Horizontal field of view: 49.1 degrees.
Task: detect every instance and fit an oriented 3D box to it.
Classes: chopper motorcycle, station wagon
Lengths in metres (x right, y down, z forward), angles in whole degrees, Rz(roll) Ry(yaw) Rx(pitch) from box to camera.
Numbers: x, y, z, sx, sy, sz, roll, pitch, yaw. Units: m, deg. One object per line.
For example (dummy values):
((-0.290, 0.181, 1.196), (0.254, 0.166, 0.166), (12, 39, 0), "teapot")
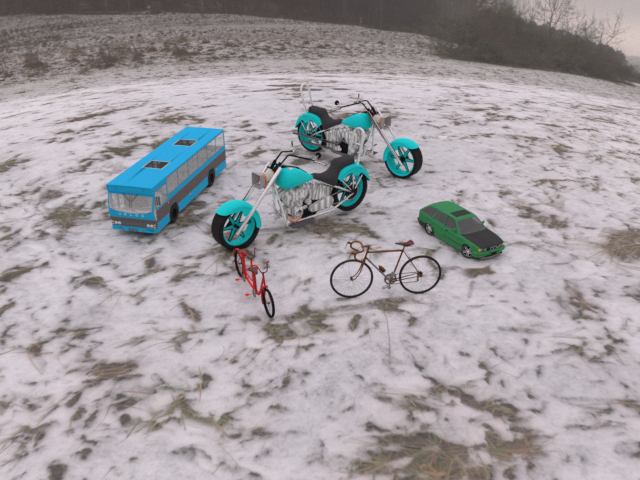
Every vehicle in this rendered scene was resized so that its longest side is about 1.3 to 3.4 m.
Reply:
((-0.403, -0.858, 11.315), (3.040, 1.480, 0.906), (-19, 32, -34), "chopper motorcycle")
((0.722, -2.220, 14.111), (3.040, 1.480, 0.906), (19, 32, 34), "chopper motorcycle")
((2.233, -0.201, 11.115), (0.682, 0.473, 1.597), (-14, 29, -26), "station wagon")

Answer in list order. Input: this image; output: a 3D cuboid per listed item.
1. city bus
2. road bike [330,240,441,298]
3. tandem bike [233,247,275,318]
((-2.626, -1.123, 12.528), (0.926, 0.894, 3.255), (6, 27, 12), "city bus")
((0.900, 0.387, 9.477), (1.545, 0.852, 0.358), (-3, 26, -6), "road bike")
((-0.919, 0.448, 9.545), (0.283, 0.682, 1.642), (-11, 28, -22), "tandem bike")
